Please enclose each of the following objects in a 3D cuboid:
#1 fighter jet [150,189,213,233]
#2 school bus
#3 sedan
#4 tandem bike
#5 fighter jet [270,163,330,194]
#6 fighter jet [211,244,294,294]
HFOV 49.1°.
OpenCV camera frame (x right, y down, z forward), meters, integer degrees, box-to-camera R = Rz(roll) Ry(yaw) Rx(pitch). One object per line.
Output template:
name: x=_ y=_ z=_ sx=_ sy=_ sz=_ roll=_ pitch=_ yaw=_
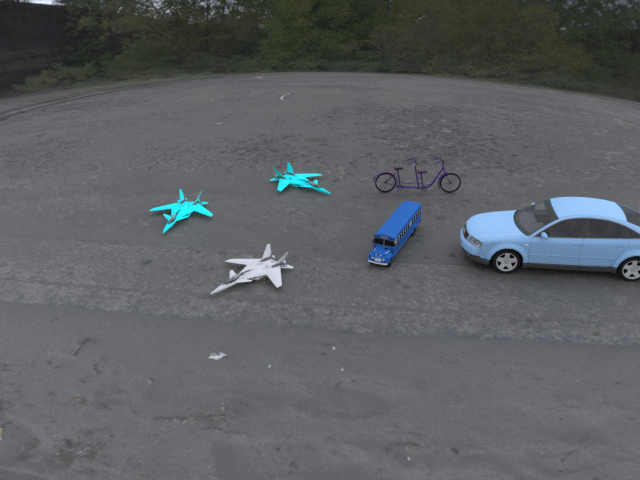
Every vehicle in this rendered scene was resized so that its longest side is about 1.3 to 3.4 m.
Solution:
fighter jet: x=-2.442 y=-0.492 z=12.068 sx=1.147 sy=0.286 sz=1.358 roll=5 pitch=27 yaw=11
school bus: x=1.205 y=-0.113 z=11.142 sx=0.365 sy=0.434 sz=1.708 roll=11 pitch=29 yaw=21
sedan: x=3.723 y=-0.113 z=10.575 sx=3.137 sy=0.940 sz=1.235 roll=3 pitch=27 yaw=6
tandem bike: x=1.814 y=-1.198 z=13.041 sx=1.642 sy=0.682 sz=0.283 roll=1 pitch=26 yaw=1
fighter jet: x=-0.297 y=-1.140 z=13.370 sx=1.358 sy=0.286 sz=1.147 roll=23 pitch=34 yaw=38
fighter jet: x=-1.064 y=0.454 z=10.169 sx=1.147 sy=0.286 sz=1.358 roll=23 pitch=34 yaw=38
